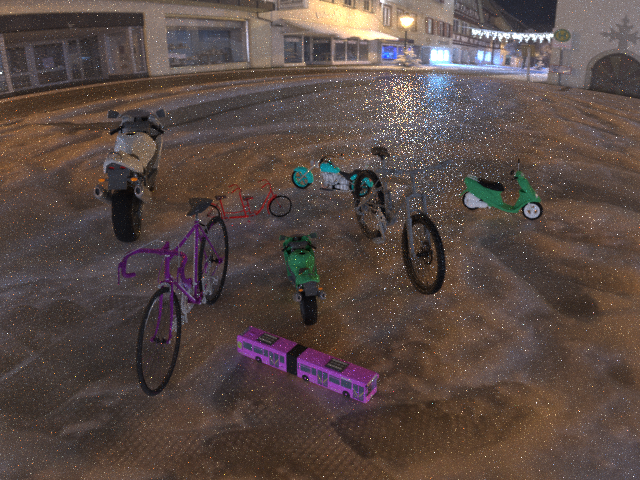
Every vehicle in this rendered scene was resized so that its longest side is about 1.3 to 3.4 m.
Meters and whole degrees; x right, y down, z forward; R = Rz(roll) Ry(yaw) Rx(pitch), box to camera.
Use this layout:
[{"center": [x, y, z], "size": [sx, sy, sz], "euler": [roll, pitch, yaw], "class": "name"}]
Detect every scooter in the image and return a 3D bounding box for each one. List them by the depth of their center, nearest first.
[{"center": [3.024, -0.847, 11.617], "size": [1.399, 0.919, 0.662], "euler": [11, 29, 22], "class": "scooter"}]

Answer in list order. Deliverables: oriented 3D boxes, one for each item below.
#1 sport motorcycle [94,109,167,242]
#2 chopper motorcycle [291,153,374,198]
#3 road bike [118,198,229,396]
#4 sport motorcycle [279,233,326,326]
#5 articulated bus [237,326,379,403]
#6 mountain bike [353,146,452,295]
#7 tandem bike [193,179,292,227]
[{"center": [-3.035, -1.150, 11.465], "size": [0.983, 1.596, 2.955], "euler": [-2, 26, -4], "class": "sport motorcycle"}, {"center": [0.207, -1.191, 12.487], "size": [1.563, 0.761, 0.466], "euler": [12, 29, 22], "class": "chopper motorcycle"}, {"center": [-1.540, 0.451, 8.172], "size": [0.696, 1.656, 3.004], "euler": [5, 27, 9], "class": "road bike"}, {"center": [-0.224, 0.459, 9.094], "size": [0.506, 0.821, 1.520], "euler": [-4, 27, -9], "class": "sport motorcycle"}, {"center": [-0.168, 1.377, 7.844], "size": [1.749, 0.289, 0.311], "euler": [16, 30, 28], "class": "articulated bus"}, {"center": [1.061, -0.445, 9.941], "size": [1.114, 1.688, 2.857], "euler": [-9, 28, -18], "class": "mountain bike"}, {"center": [-1.250, -0.599, 11.384], "size": [1.642, 0.682, 0.283], "euler": [-8, 27, -16], "class": "tandem bike"}]
